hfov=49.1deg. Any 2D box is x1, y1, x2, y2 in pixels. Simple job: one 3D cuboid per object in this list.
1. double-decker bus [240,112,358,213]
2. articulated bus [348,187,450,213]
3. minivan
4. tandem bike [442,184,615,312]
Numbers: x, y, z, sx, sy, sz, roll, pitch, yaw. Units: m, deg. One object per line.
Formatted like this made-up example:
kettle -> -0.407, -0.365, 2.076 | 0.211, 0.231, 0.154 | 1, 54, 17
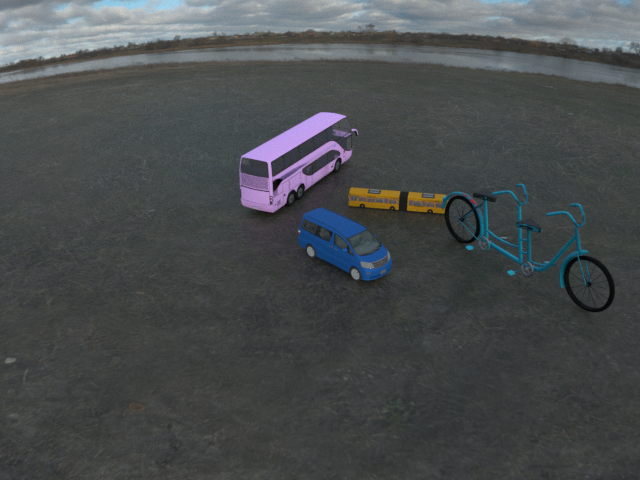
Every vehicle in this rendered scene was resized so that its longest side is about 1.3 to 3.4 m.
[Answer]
double-decker bus -> -0.333, -1.518, 12.908 | 0.756, 1.052, 3.251 | 14, 30, 25
articulated bus -> 1.352, -0.684, 12.128 | 1.749, 0.289, 0.311 | 5, 28, 10
minivan -> 0.366, 0.052, 10.355 | 0.681, 0.616, 1.548 | -24, 36, -38
tandem bike -> 2.846, -0.126, 9.927 | 0.550, 1.326, 3.192 | -17, 32, -29
